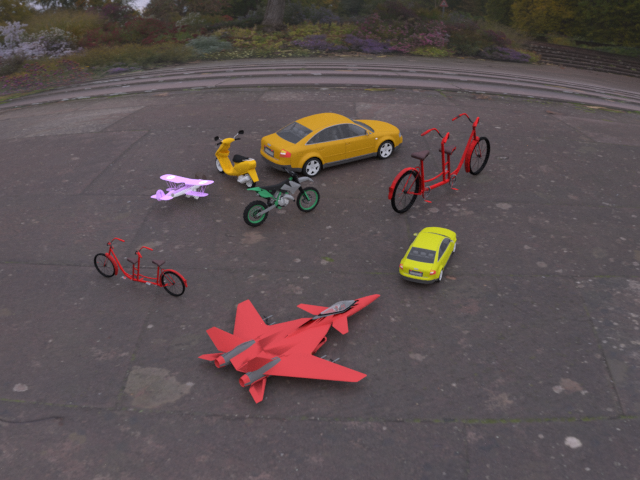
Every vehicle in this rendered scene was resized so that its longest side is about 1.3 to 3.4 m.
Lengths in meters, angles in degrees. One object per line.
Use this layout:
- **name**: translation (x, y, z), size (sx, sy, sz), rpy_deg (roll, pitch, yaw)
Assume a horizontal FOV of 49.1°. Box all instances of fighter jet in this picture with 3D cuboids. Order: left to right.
- **fighter jet**: translation (-0.132, 1.031, 8.832), size (2.640, 0.557, 2.229), rpy_deg (-24, 36, -37)

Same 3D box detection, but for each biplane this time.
- **biplane**: translation (-2.507, -0.900, 12.542), size (1.336, 0.504, 1.090), rpy_deg (20, 34, 33)

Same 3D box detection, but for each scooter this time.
- **scooter**: translation (-1.618, -1.552, 13.334), size (0.662, 0.919, 1.399), rpy_deg (-21, 34, -34)

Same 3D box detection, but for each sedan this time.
- **sedan**: translation (0.292, -2.086, 14.321), size (3.137, 0.940, 1.235), rpy_deg (-16, 32, -28)
- **sedan**: translation (1.659, 0.143, 10.592), size (0.635, 0.483, 1.613), rpy_deg (11, 30, 20)

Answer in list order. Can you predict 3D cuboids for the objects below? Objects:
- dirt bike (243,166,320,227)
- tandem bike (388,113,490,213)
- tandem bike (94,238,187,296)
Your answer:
- **dirt bike**: translation (-0.643, -0.747, 11.875), size (1.493, 0.857, 0.527), rpy_deg (-16, 32, -28)
- **tandem bike**: translation (2.257, -1.462, 12.726), size (0.550, 1.326, 3.192), rpy_deg (24, 36, 37)
- **tandem bike**: translation (-2.586, 0.373, 9.943), size (1.642, 0.682, 0.283), rpy_deg (12, 30, 22)
